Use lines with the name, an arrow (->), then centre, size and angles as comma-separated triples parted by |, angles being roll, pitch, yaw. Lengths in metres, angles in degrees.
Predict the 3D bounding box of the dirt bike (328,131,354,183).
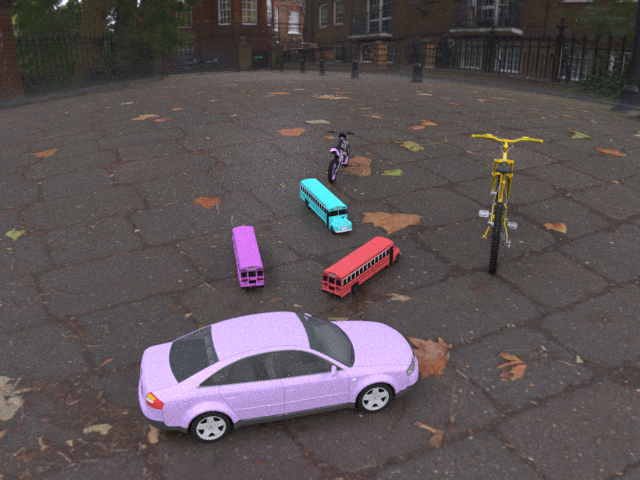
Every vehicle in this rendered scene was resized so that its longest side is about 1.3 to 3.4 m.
dirt bike -> 0.392, -1.760, 14.339 | 0.527, 0.857, 1.493 | 7, 27, 15

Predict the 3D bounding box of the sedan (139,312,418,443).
sedan -> -0.422, 1.355, 7.790 | 3.137, 0.940, 1.235 | -7, 27, -13

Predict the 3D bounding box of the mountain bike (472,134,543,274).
mountain bike -> 2.868, -0.675, 11.136 | 1.114, 1.688, 2.857 | 7, 27, 13

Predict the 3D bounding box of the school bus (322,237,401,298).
school bus -> 0.659, 0.359, 10.435 | 0.365, 0.434, 1.708 | 18, 31, 32

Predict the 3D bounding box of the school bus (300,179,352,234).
school bus -> 0.097, -0.609, 12.441 | 0.365, 0.434, 1.708 | -10, 27, -20

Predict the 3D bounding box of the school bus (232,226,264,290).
school bus -> -1.123, 0.214, 10.736 | 0.365, 0.434, 1.708 | -5, 26, -10
